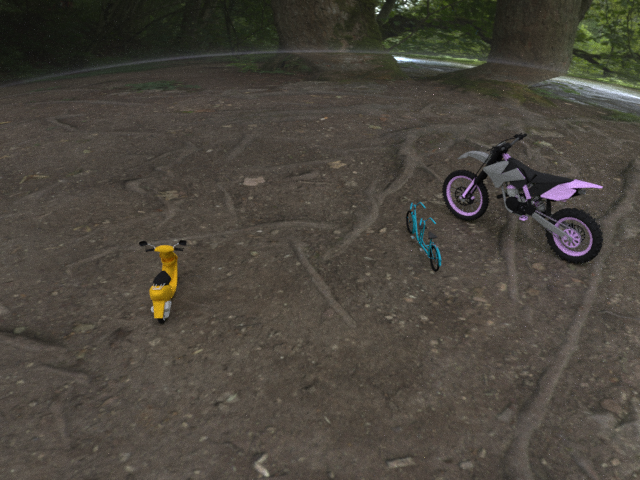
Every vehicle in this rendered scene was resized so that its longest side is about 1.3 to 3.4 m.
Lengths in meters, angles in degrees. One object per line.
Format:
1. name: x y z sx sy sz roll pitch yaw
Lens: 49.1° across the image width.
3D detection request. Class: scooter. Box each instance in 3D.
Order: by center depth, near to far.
1. scooter: -2.185 0.488 9.835 0.662 0.919 1.399 -1 30 -2

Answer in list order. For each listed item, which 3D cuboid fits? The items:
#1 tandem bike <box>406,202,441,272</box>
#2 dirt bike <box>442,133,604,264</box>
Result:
1. tandem bike: 1.638 -0.119 11.143 0.283 0.682 1.642 -6 30 -10
2. dirt bike: 3.195 -0.734 11.229 2.903 1.666 1.024 26 38 37
